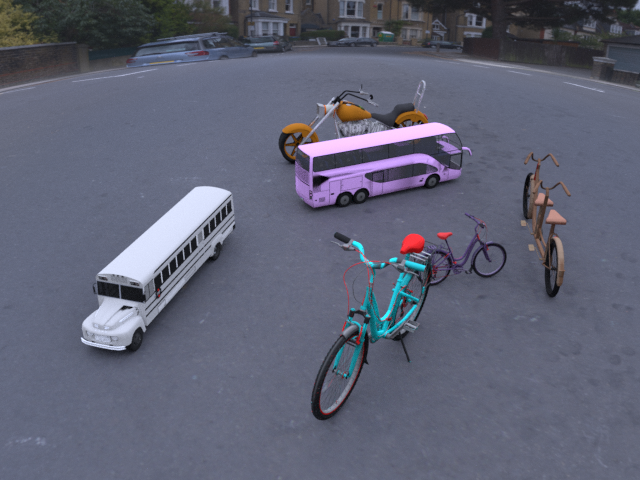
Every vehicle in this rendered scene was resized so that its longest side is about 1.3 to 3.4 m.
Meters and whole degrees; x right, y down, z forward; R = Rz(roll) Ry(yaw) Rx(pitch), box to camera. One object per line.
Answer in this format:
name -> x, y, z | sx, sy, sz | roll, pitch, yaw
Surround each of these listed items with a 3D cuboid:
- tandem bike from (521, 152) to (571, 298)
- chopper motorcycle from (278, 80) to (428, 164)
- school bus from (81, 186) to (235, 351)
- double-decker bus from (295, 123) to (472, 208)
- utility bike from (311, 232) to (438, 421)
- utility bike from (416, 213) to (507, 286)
tandem bike -> 3.285, -0.388, 10.316 | 0.550, 1.326, 3.192 | 3, 29, 6
chopper motorcycle -> 0.691, -2.315, 13.727 | 3.040, 1.480, 0.906 | -6, 29, -11
school bus -> -2.118, 0.290, 9.567 | 0.709, 0.844, 3.322 | 8, 29, 15
double-decker bus -> 1.135, -1.358, 12.403 | 3.251, 1.052, 0.756 | -13, 31, -23
utility bike -> 0.773, 0.725, 7.713 | 1.039, 1.839, 2.791 | 17, 33, 28
utility bike -> 1.944, 0.135, 9.747 | 1.435, 0.946, 0.535 | -7, 29, -13
